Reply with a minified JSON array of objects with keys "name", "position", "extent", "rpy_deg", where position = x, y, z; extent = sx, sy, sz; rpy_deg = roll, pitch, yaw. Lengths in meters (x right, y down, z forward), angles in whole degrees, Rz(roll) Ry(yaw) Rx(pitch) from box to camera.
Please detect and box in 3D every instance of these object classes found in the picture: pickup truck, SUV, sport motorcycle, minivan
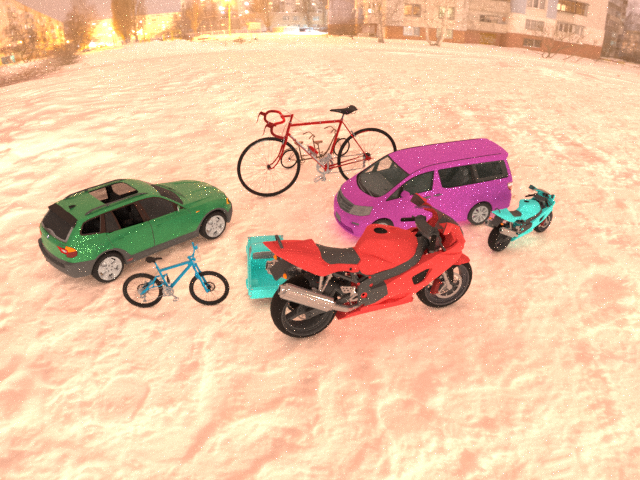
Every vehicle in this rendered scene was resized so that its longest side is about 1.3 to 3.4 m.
[{"name":"pickup truck","position":[-0.782,0.344,10.361],"extent":[0.640,0.511,1.603],"rpy_deg":[-3,30,-5]},{"name":"SUV","position":[-2.833,-0.379,10.996],"extent":[3.058,1.128,1.276],"rpy_deg":[-25,38,-36]},{"name":"sport motorcycle","position":[3.252,-0.340,11.236],"extent":[1.520,0.821,0.506],"rpy_deg":[-20,35,-31]},{"name":"minivan","position":[1.722,-0.896,11.823],"extent":[3.011,1.197,1.324],"rpy_deg":[-10,31,-16]},{"name":"sport motorcycle","position":[0.711,0.402,9.174],"extent":[2.955,1.596,0.983],"rpy_deg":[-10,31,-16]}]

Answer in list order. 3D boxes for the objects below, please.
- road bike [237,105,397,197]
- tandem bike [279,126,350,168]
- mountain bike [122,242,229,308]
[{"name":"road bike","position":[-0.019,-1.629,12.635],"extent":[3.004,1.656,0.697],"rpy_deg":[-7,31,-12]},{"name":"tandem bike","position":[-0.098,-1.871,14.028],"extent":[1.642,0.682,0.283],"rpy_deg":[-16,34,-25]},{"name":"mountain bike","position":[-1.996,0.553,9.641],"extent":[1.469,0.868,0.573],"rpy_deg":[-2,30,-3]}]
